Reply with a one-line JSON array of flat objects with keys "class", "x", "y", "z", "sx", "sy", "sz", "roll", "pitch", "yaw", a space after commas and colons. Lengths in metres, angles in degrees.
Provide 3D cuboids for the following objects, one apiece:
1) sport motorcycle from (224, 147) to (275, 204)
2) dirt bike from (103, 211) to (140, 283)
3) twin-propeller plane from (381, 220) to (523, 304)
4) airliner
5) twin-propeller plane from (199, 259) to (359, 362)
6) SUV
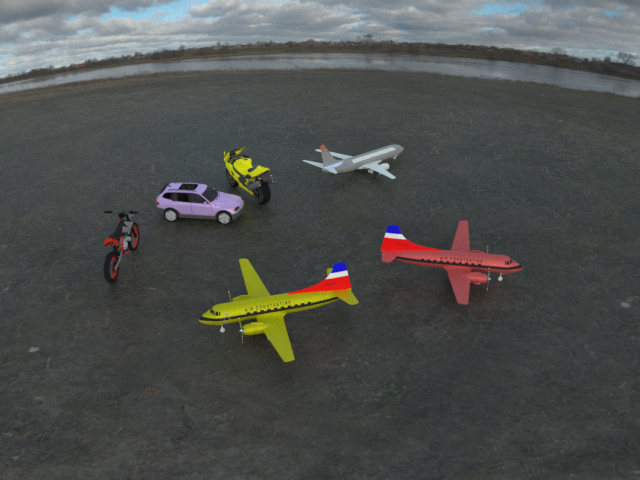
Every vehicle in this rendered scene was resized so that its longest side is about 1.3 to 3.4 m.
[{"class": "sport motorcycle", "x": -1.392, "y": -1.237, "z": 13.356, "sx": 0.506, "sy": 0.821, "sz": 1.520, "roll": -19, "pitch": 33, "yaw": -33}, {"class": "dirt bike", "x": -3.091, "y": 0.008, "z": 10.865, "sx": 0.527, "sy": 0.857, "sz": 1.493, "roll": 2, "pitch": 27, "yaw": 4}, {"class": "twin-propeller plane", "x": 1.978, "y": 0.202, "z": 10.554, "sx": 2.129, "sy": 0.792, "sz": 2.663, "roll": 5, "pitch": 27, "yaw": 9}, {"class": "airliner", "x": 0.900, "y": -1.834, "z": 14.516, "sx": 2.541, "sy": 0.835, "sz": 2.257, "roll": -23, "pitch": 35, "yaw": -37}, {"class": "twin-propeller plane", "x": -0.580, "y": 0.780, "z": 9.415, "sx": 2.129, "sy": 0.792, "sz": 2.663, "roll": -8, "pitch": 28, "yaw": -16}, {"class": "SUV", "x": -2.153, "y": -0.692, "z": 12.548, "sx": 1.572, "sy": 0.580, "sz": 0.656, "roll": 3, "pitch": 27, "yaw": 6}]
